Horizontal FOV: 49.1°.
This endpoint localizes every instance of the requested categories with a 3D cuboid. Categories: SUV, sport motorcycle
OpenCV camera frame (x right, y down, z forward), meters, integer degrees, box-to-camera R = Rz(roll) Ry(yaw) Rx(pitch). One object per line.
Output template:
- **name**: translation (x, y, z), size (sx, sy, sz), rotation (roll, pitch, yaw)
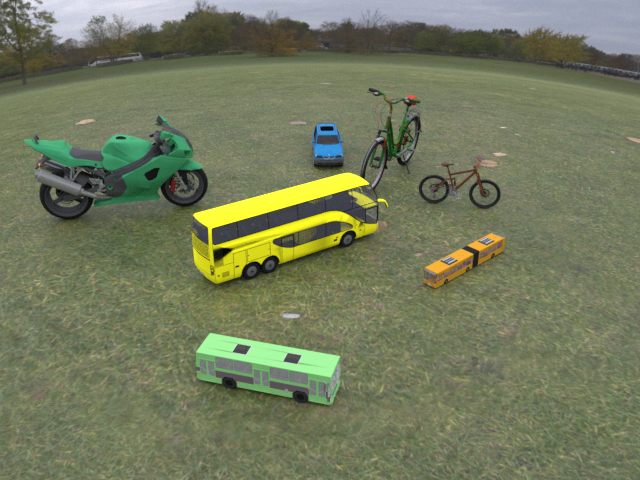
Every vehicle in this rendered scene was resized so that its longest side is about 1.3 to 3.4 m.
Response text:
- **SUV**: translation (0.154, -2.049, 14.906), size (0.656, 0.580, 1.572), rotation (-1, 28, -2)
- **sport motorcycle**: translation (-3.471, -1.217, 12.242), size (2.955, 1.596, 0.983), rotation (-7, 29, -13)

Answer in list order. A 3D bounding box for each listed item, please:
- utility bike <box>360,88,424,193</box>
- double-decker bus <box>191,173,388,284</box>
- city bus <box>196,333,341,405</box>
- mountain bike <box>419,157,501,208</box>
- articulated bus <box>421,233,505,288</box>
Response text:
- **utility bike**: translation (1.535, -2.059, 13.577), size (1.039, 1.839, 2.791), rotation (15, 31, 26)
- **double-decker bus**: translation (-0.422, -0.251, 10.997), size (3.251, 1.052, 0.756), rotation (-18, 33, -30)
- **city bus**: translation (-0.611, 1.530, 8.261), size (1.674, 0.460, 0.476), rotation (8, 29, 14)
- **mountain bike**: translation (2.529, -1.015, 12.641), size (1.469, 0.868, 0.573), rotation (7, 29, 13)
- **articulated bus**: translation (2.238, 0.295, 10.780), size (1.749, 0.289, 0.311), rotation (-23, 36, -36)
